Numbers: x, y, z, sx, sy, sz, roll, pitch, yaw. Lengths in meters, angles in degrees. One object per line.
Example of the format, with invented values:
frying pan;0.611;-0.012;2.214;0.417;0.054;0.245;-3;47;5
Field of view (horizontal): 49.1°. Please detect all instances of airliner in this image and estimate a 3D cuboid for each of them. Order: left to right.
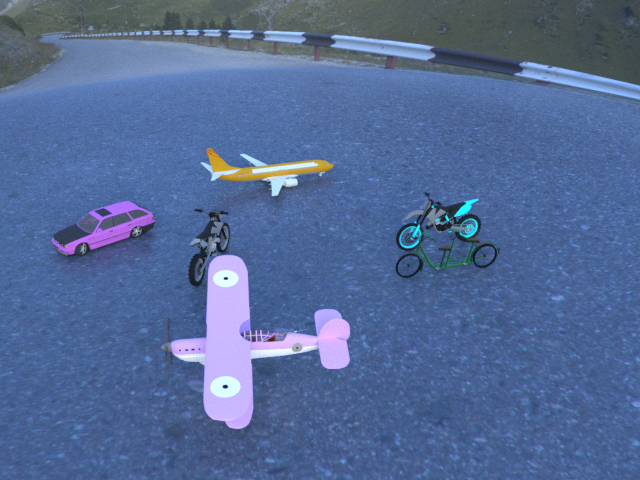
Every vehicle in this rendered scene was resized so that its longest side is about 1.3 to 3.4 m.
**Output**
airliner;-0.918;-1.470;13.257;2.541;0.835;2.257;-10;28;-18

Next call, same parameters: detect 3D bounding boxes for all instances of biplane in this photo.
biplane;-0.710;1.192;7.865;2.120;0.981;2.598;-3;27;-5

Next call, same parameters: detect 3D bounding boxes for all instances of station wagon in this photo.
station wagon;-3.473;-0.224;11.207;1.597;0.473;0.682;-23;35;-37

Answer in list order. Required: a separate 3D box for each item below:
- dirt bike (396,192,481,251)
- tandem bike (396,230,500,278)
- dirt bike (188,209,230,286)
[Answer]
dirt bike;1.878;-0.290;10.915;1.493;0.857;0.527;-9;28;-18
tandem bike;1.882;0.178;10.187;1.642;0.682;0.283;-7;28;-13
dirt bike;-1.630;0.021;10.302;0.527;0.857;1.493;6;28;12
